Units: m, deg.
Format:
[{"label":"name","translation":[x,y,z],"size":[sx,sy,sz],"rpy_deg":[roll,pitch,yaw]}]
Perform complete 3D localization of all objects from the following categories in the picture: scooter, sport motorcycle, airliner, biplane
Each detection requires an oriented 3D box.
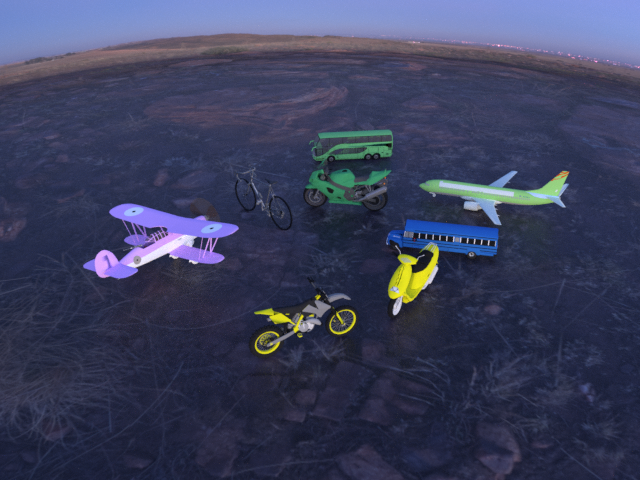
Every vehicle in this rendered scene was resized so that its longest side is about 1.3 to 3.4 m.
[{"label":"scooter","translation":[1.301,0.414,9.661],"size":[0.662,0.919,1.399],"rpy_deg":[18,34,29]},{"label":"sport motorcycle","translation":[0.456,-0.914,12.114],"size":[1.520,0.821,0.506],"rpy_deg":[4,30,7]},{"label":"airliner","translation":[2.996,-0.980,12.218],"size":[2.541,0.835,2.257],"rpy_deg":[10,31,18]},{"label":"biplane","translation":[-2.401,0.063,10.220],"size":[2.598,0.981,2.120],"rpy_deg":[20,35,32]}]

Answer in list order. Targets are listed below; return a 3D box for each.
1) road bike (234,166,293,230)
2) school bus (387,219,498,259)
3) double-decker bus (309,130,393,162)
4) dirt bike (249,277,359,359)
[{"label":"road bike","translation":[-0.968,-0.722,11.743],"size":[0.358,0.852,1.545],"rpy_deg":[-24,37,-36]},{"label":"school bus","translation":[1.902,-0.027,10.935],"size":[1.708,0.434,0.365],"rpy_deg":[6,30,11]},{"label":"double-decker bus","translation":[0.634,-1.908,14.163],"size":[1.672,0.541,0.389],"rpy_deg":[-4,30,-7]},{"label":"dirt bike","translation":[-0.187,0.978,8.722],"size":[1.493,0.857,0.527],"rpy_deg":[-12,32,-21]}]
